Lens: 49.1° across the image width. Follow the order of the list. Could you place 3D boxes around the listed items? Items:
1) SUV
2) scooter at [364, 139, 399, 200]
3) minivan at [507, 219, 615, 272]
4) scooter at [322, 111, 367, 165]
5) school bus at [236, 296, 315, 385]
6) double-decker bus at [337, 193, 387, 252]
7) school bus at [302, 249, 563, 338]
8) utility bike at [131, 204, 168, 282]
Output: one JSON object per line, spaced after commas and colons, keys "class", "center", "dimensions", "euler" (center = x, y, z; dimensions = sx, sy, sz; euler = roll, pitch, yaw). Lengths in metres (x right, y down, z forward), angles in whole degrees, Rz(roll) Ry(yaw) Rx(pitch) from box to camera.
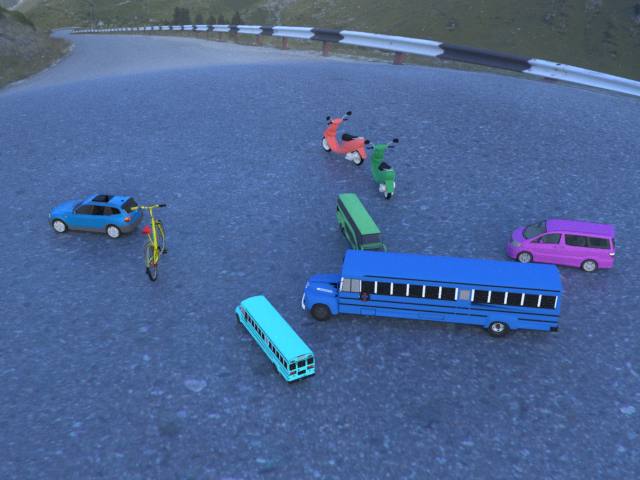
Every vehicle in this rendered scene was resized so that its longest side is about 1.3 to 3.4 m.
{"class": "SUV", "center": [-3.749, -0.460, 11.677], "dimensions": [1.572, 0.580, 0.656], "euler": [6, 28, 11]}
{"class": "scooter", "center": [1.166, -1.385, 13.068], "dimensions": [0.662, 0.919, 1.399], "euler": [-4, 28, -8]}
{"class": "minivan", "center": [3.681, 0.033, 10.706], "dimensions": [1.548, 0.616, 0.681], "euler": [7, 29, 14]}
{"class": "scooter", "center": [0.484, -2.119, 14.457], "dimensions": [0.662, 0.919, 1.399], "euler": [-20, 34, -33]}
{"class": "school bus", "center": [-0.609, 1.166, 8.755], "dimensions": [0.365, 0.434, 1.708], "euler": [-14, 31, -25]}
{"class": "double-decker bus", "center": [0.625, -0.179, 11.188], "dimensions": [0.389, 0.541, 1.672], "euler": [-6, 28, -11]}
{"class": "school bus", "center": [1.417, 0.671, 9.252], "dimensions": [3.322, 0.844, 0.709], "euler": [4, 28, 8]}
{"class": "utility bike", "center": [-2.534, -0.025, 10.462], "dimensions": [0.535, 0.946, 1.435], "euler": [-2, 28, -3]}
